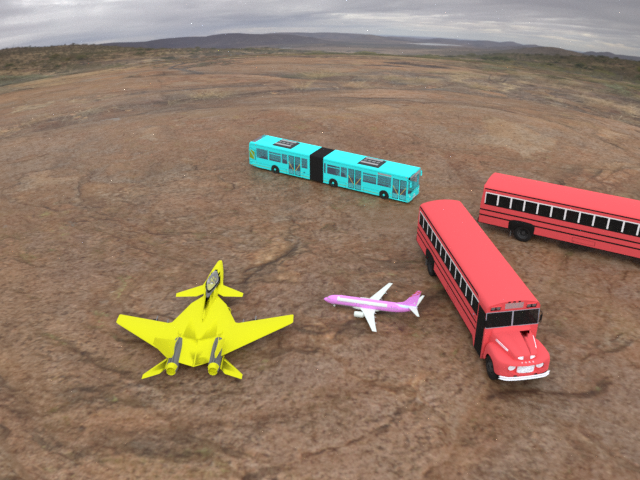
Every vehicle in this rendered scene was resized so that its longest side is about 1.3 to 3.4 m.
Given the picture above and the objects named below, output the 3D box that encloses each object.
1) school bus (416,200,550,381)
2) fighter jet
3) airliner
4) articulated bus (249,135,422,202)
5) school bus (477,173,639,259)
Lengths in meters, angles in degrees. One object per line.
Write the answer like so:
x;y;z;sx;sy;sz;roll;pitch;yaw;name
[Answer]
2.046;0.541;9.135;0.709;0.844;3.322;-4;29;-8;school bus
-1.453;0.779;8.999;2.229;0.557;2.640;0;29;0;fighter jet
0.684;0.763;9.161;1.307;0.429;1.161;7;30;13;airliner
0.217;-1.341;12.865;3.401;0.561;0.605;16;32;26;articulated bus
4.121;-0.266;10.609;3.322;0.844;0.709;15;32;25;school bus
